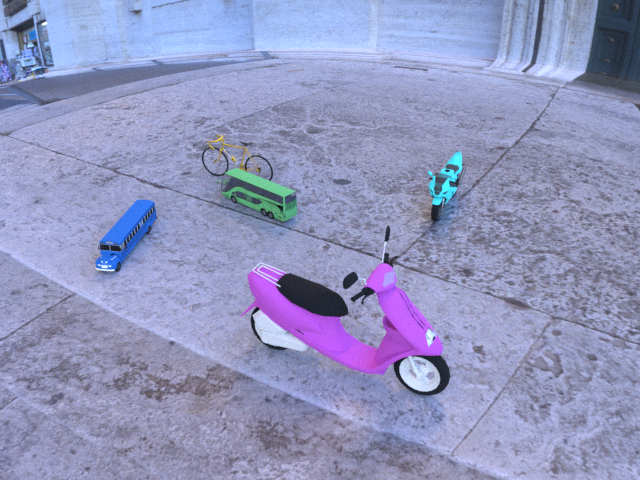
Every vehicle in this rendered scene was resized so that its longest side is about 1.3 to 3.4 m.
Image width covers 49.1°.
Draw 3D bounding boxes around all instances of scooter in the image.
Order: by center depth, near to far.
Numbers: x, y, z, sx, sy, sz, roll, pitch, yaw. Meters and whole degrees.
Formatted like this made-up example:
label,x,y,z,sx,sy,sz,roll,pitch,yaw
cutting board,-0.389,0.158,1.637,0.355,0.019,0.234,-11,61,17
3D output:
label,x,y,z,sx,sy,sz,roll,pitch,yaw
scooter,0.254,0.812,8.224,2.721,1.786,1.288,13,33,22

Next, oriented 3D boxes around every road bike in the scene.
label,x,y,z,sx,sy,sz,roll,pitch,yaw
road bike,-1.576,-1.514,13.186,1.545,0.852,0.358,13,32,21

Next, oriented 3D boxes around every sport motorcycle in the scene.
label,x,y,z,sx,sy,sz,roll,pitch,yaw
sport motorcycle,2.209,-0.946,12.233,0.506,0.821,1.520,12,32,20

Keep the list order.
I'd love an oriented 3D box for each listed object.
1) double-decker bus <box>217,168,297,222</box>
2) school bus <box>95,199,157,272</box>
label,x,y,z,sx,sy,sz,roll,pitch,yaw
double-decker bus,-1.106,-0.814,12.284,1.672,0.541,0.389,24,37,35
school bus,-3.076,-0.080,11.120,0.365,0.434,1.708,5,30,9
